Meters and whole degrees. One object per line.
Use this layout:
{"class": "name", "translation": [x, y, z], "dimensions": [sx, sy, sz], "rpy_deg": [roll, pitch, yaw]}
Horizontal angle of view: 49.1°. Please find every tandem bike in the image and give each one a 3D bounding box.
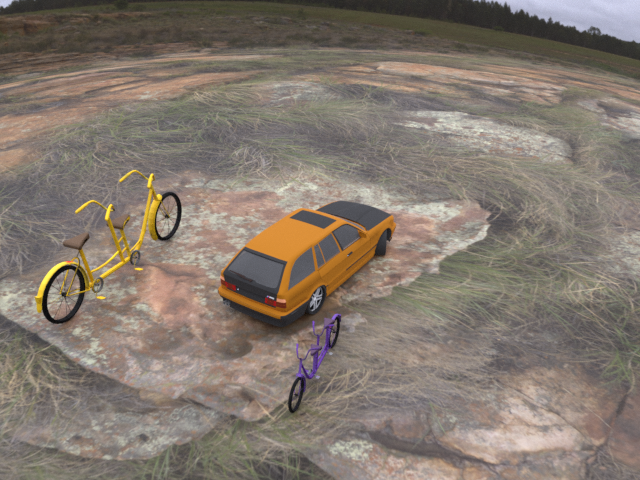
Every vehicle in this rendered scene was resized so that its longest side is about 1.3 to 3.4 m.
{"class": "tandem bike", "translation": [-2.844, -0.055, 9.755], "dimensions": [0.550, 1.326, 3.192], "rpy_deg": [12, 31, 20]}
{"class": "tandem bike", "translation": [-0.037, 1.276, 8.037], "dimensions": [0.283, 0.682, 1.642], "rpy_deg": [10, 31, 18]}

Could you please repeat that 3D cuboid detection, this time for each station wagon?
{"class": "station wagon", "translation": [-0.057, 0.072, 9.944], "dimensions": [1.327, 0.920, 3.105], "rpy_deg": [18, 34, 29]}
